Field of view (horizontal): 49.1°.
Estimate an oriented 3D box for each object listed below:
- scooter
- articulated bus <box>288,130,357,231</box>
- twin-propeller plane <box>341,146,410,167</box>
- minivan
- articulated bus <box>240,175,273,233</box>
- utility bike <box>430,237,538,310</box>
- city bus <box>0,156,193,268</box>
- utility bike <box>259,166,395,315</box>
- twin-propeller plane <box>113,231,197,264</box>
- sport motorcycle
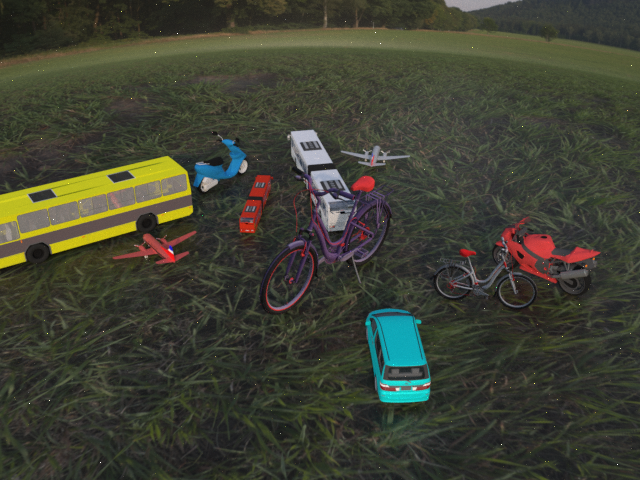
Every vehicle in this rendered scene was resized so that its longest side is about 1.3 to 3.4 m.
[{"bbox_3d":[-1.795,-1.437,12.744,0.662,0.919,1.399,20,35,31],"label":"scooter"},{"bbox_3d":[0.002,-1.156,12.611,0.605,0.561,3.401,-6,30,-11],"label":"articulated bus"},{"bbox_3d":[1.069,-1.677,13.683,1.370,0.407,1.095,5,30,9],"label":"twin-propeller plane"},{"bbox_3d":[0.905,1.254,8.320,0.681,0.616,1.548,-1,30,-2],"label":"minivan"},{"bbox_3d":[-1.088,-0.640,11.980,0.311,0.289,1.749,3,30,5],"label":"articulated bus"},{"bbox_3d":[2.215,0.433,9.429,1.435,0.946,0.535,8,31,13],"label":"utility bike"},{"bbox_3d":[-3.680,-0.444,11.024,3.255,0.894,0.926,-18,34,-29],"label":"city bus"},{"bbox_3d":[0.259,-0.112,9.484,1.039,1.839,2.791,24,37,36],"label":"utility bike"},{"bbox_3d":[-2.443,0.081,10.593,1.370,0.407,1.095,-20,35,-31],"label":"twin-propeller plane"},{"bbox_3d":[3.149,0.235,9.903,1.520,0.821,0.506,23,37,35],"label":"sport motorcycle"}]
